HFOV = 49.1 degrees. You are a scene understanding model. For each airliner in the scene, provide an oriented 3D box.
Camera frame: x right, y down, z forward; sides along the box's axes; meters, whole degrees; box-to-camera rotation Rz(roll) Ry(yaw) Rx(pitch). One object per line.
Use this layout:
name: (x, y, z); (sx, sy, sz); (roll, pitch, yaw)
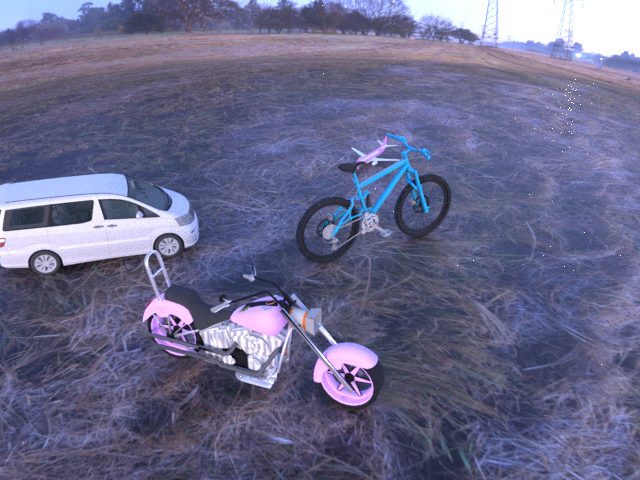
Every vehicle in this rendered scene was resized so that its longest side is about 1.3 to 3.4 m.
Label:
airliner: (1.061, -1.818, 14.390); (1.161, 0.429, 1.307); (19, 34, 31)

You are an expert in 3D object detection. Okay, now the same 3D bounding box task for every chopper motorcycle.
chopper motorcycle: (-0.728, 1.028, 8.115); (3.040, 1.480, 0.906); (11, 31, 19)

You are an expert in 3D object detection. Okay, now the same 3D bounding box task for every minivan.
minivan: (-3.447, -0.358, 10.933); (3.011, 1.197, 1.324); (-8, 30, -15)

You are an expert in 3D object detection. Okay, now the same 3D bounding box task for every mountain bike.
mountain bike: (0.908, -0.612, 10.886); (2.857, 1.688, 1.114); (-15, 32, -25)
